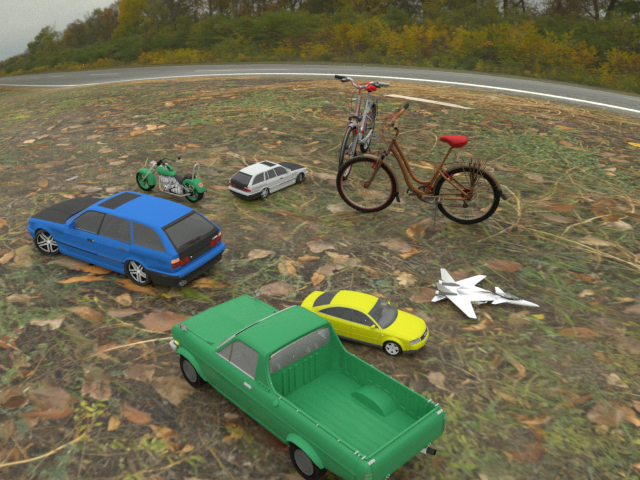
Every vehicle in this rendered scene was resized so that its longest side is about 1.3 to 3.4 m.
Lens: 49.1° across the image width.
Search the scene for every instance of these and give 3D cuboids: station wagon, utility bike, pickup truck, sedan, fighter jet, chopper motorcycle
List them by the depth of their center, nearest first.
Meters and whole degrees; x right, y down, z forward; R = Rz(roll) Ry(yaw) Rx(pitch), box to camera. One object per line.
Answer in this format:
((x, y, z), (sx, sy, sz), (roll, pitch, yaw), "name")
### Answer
((-0.256, 1.342, 7.123), (1.244, 0.993, 3.117), (-23, 34, -38), "pickup truck")
((0.527, 0.942, 8.503), (1.613, 0.483, 0.635), (11, 28, 21), "sedan")
((2.201, 0.689, 9.235), (1.358, 0.286, 1.147), (8, 28, 16), "fighter jet")
((-2.934, -0.186, 10.286), (3.105, 0.920, 1.327), (14, 30, 27), "station wagon")
((1.584, -1.116, 11.129), (2.791, 1.839, 1.039), (7, 27, 14), "utility bike")
((-2.666, -1.118, 12.346), (1.563, 0.761, 0.466), (16, 31, 29), "chopper motorcycle")
((-0.917, -1.183, 12.800), (0.682, 0.473, 1.597), (21, 33, 36), "station wagon")
((0.869, -2.325, 13.567), (1.039, 1.839, 2.791), (8, 27, 15), "utility bike")
